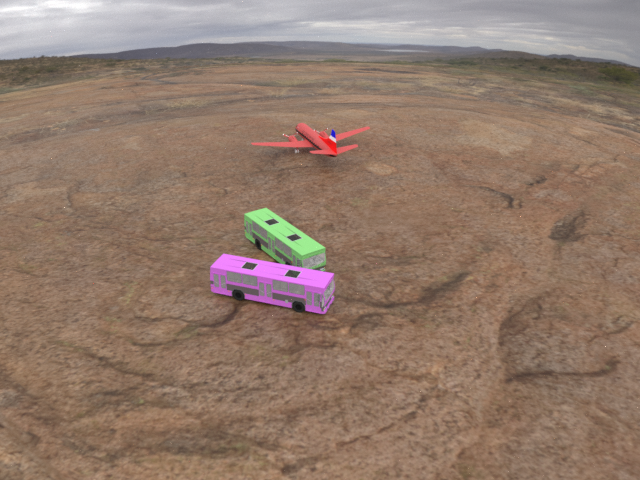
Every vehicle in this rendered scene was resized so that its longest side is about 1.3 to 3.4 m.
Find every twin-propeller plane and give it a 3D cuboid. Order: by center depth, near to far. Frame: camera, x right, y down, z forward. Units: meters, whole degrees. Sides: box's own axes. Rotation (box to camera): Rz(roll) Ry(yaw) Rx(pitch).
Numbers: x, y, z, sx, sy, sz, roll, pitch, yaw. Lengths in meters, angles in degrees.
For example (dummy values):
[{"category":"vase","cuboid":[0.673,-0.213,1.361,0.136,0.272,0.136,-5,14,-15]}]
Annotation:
[{"category":"twin-propeller plane","cuboid":[-0.085,-2.151,14.413,2.663,0.792,2.129,-11,30,-20]}]

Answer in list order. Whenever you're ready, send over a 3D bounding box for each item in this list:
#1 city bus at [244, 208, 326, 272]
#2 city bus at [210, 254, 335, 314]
[{"category":"city bus","cuboid":[-0.556,0.050,10.584,0.476,0.460,1.674,-18,33,-30]},{"category":"city bus","cuboid":[-0.652,0.606,9.527,1.674,0.460,0.476,9,29,17]}]
